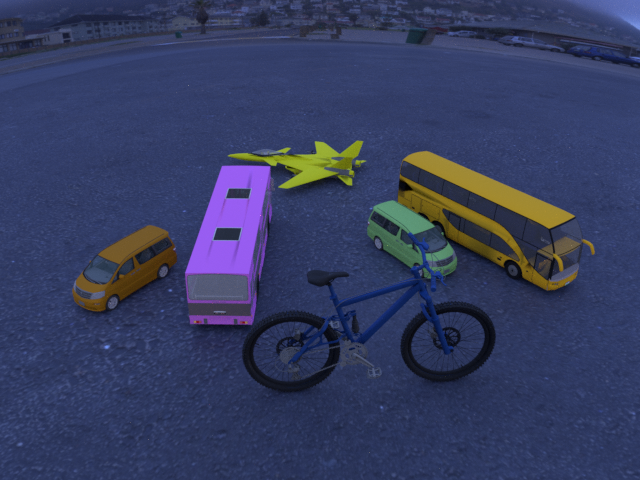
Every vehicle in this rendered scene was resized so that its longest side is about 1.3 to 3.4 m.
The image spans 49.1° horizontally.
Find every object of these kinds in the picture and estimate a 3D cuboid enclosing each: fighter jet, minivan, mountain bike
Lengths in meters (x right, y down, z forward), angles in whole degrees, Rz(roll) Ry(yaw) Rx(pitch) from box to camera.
[{"bbox_3d":[-0.528,-1.595,13.187,2.640,0.557,2.229,9,31,14],"label":"fighter jet"},{"bbox_3d":[-2.714,0.377,9.722,0.681,0.616,1.548,19,35,29],"label":"minivan"},{"bbox_3d":[1.366,-0.018,10.405,0.681,0.616,1.548,-19,35,-29],"label":"minivan"},{"bbox_3d":[0.565,0.944,7.673,2.857,1.688,1.114,-3,30,-5],"label":"mountain bike"}]

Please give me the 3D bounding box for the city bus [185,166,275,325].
[{"bbox_3d":[-1.220,-0.007,10.107,0.926,0.894,3.255,1,30,1],"label":"city bus"}]

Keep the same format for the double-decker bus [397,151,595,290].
[{"bbox_3d":[2.484,-0.338,10.521,0.756,1.052,3.251,-21,36,-32],"label":"double-decker bus"}]
